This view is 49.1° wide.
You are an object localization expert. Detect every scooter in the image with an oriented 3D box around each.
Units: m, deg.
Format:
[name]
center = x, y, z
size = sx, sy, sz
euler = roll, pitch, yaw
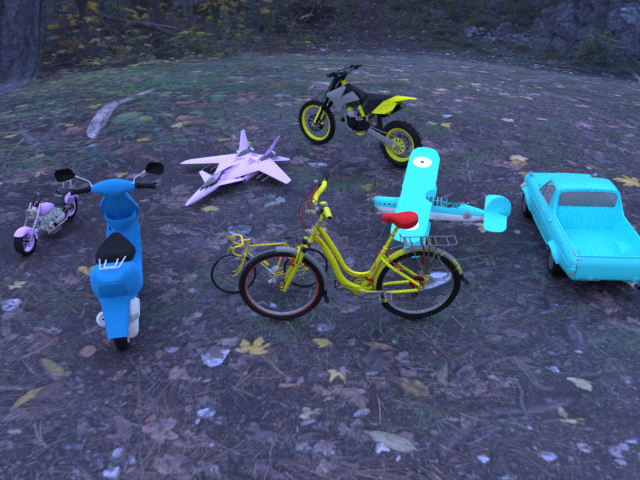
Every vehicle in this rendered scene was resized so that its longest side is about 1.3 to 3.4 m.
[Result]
[scooter]
center = -2.486, 0.034, 8.611
size = 1.288, 1.786, 2.721
euler = -6, 28, -10

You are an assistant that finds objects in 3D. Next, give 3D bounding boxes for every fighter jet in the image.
[fighter jet]
center = -1.637, -1.269, 12.414
size = 2.229, 0.557, 2.640
euler = 12, 30, 22

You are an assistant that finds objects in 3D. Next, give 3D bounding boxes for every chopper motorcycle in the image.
[chopper motorcycle]
center = -4.140, -0.417, 10.573
size = 0.466, 0.761, 1.563
euler = 6, 28, 12

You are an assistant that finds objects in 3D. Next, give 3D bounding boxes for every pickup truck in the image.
[pickup truck]
center = 3.800, -0.327, 10.152
size = 1.244, 0.993, 3.117
euler = 1, 28, 3

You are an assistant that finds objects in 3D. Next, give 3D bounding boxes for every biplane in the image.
[biplane]
center = 1.733, -0.447, 10.394
size = 2.120, 0.981, 2.598
euler = 6, 28, 12

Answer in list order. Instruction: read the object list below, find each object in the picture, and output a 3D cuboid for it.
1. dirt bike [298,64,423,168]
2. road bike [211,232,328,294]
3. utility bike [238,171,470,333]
[dirt bike]
center = 0.706, -2.397, 13.371
size = 2.903, 1.666, 1.024
euler = 20, 34, 33
[road bike]
center = -0.656, 0.292, 9.126
size = 1.545, 0.852, 0.358
euler = -5, 28, -9
[utility bike]
center = 0.417, 0.239, 8.164
size = 2.791, 1.839, 1.039
euler = -1, 28, -1
